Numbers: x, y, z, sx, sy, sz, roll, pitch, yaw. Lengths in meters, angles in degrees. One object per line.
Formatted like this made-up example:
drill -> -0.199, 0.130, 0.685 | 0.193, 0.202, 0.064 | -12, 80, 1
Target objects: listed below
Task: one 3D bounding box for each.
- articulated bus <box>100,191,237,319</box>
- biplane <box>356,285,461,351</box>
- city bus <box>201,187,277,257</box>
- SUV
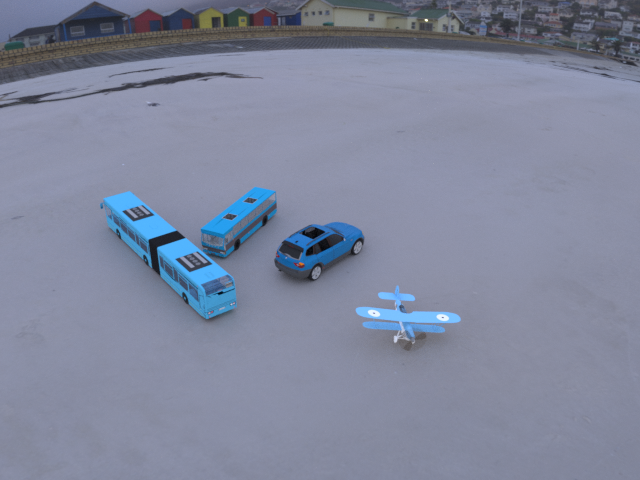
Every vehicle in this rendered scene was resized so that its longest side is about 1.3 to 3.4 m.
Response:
articulated bus -> -2.317, 0.125, 10.375 | 0.605, 0.561, 3.401 | -20, 35, -32
biplane -> 1.086, 0.976, 8.927 | 1.336, 0.504, 1.090 | -3, 30, -6
city bus -> -1.269, -0.298, 11.225 | 0.476, 0.460, 1.674 | 13, 32, 22
SUV -> 0.014, 0.062, 10.467 | 0.656, 0.580, 1.572 | 23, 37, 35
